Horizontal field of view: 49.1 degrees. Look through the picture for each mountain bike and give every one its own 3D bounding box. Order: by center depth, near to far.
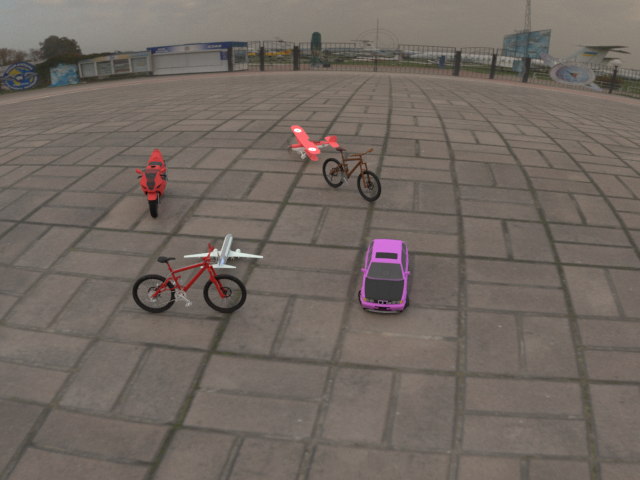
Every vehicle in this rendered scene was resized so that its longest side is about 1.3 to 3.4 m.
[{"bbox_3d":[-1.679,0.554,8.944,1.469,0.868,0.573,0,26,0],"label":"mountain bike"},{"bbox_3d":[0.555,-1.239,12.608,0.573,0.868,1.469,-22,34,-38],"label":"mountain bike"}]

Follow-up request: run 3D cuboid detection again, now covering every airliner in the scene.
[{"bbox_3d":[-1.416,0.098,10.375,1.161,0.429,1.307,0,26,1],"label":"airliner"}]

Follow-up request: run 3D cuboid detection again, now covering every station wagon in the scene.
[{"bbox_3d":[0.904,0.436,9.634,0.682,0.473,1.597,3,26,7],"label":"station wagon"}]

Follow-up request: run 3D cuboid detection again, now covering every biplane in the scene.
[{"bbox_3d":[-0.152,-1.964,14.501,1.090,0.504,1.336,-10,28,-19],"label":"biplane"}]

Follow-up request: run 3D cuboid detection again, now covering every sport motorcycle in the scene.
[{"bbox_3d":[-2.866,-1.000,12.172,0.506,0.821,1.520,-3,26,-7],"label":"sport motorcycle"}]
